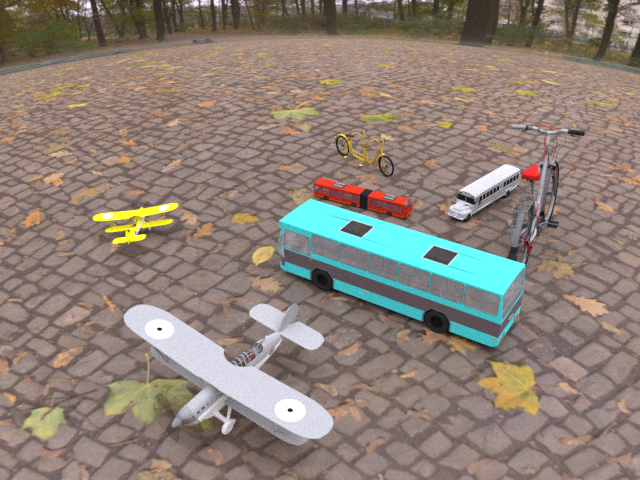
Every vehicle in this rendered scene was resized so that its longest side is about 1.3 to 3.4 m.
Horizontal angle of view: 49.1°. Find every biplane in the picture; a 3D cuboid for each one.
[{"bbox_3d":[-0.824,1.402,7.565,2.598,0.981,2.120,19,36,28],"label":"biplane"},{"bbox_3d":[-2.849,-0.228,10.747,1.336,0.504,1.090,0,31,-1],"label":"biplane"}]

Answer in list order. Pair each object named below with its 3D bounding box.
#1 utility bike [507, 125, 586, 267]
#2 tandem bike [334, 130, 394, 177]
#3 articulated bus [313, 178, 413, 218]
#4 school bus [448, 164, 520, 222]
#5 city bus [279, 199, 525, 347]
[{"bbox_3d":[3.116,-0.705,10.246,1.039,1.839,2.791,15,34,24],"label":"utility bike"},{"bbox_3d":[0.810,-1.704,13.038,0.283,0.682,1.642,-23,38,-33],"label":"tandem bike"},{"bbox_3d":[0.696,-0.711,11.763,1.749,0.289,0.311,15,34,24],"label":"articulated bus"},{"bbox_3d":[2.765,-0.798,11.767,0.365,0.434,1.708,26,40,37],"label":"school bus"},{"bbox_3d":[0.992,0.398,9.325,3.255,0.894,0.926,19,36,28],"label":"city bus"}]
